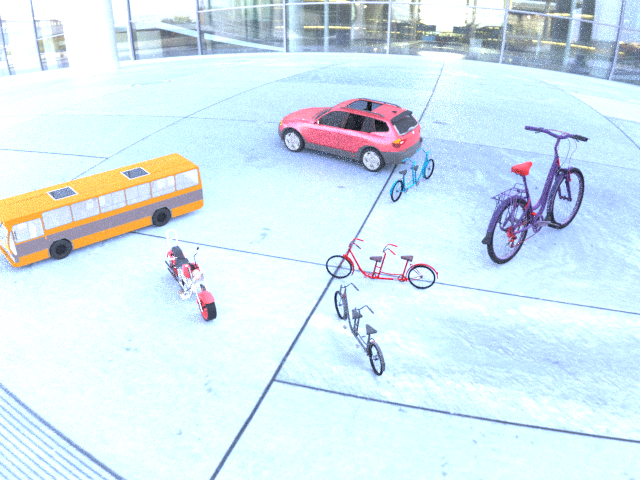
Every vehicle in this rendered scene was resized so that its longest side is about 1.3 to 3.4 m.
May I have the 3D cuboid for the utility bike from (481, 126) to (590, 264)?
[{"bbox_3d":[3.333,-0.776,10.864,2.791,1.839,1.039,-24,37,-36],"label":"utility bike"}]

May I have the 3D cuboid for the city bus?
[{"bbox_3d":[-3.521,-0.517,11.369,3.255,0.894,0.926,-21,36,-33],"label":"city bus"}]

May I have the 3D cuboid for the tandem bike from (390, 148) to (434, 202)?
[{"bbox_3d":[1.717,-1.230,12.863,0.283,0.682,1.642,19,35,31],"label":"tandem bike"}]

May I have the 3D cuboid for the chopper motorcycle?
[{"bbox_3d":[-1.807,0.475,9.729,0.466,0.761,1.563,-16,33,-26],"label":"chopper motorcycle"}]

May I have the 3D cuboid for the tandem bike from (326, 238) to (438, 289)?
[{"bbox_3d":[0.882,0.344,10.046,1.642,0.682,0.283,7,30,11],"label":"tandem bike"}]

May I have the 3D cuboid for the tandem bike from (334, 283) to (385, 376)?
[{"bbox_3d":[0.475,1.040,8.800,0.283,0.682,1.642,-10,31,-17],"label":"tandem bike"}]

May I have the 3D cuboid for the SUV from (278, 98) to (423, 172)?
[{"bbox_3d":[0.584,-2.303,14.325,3.058,1.128,1.276,18,34,28],"label":"SUV"}]
